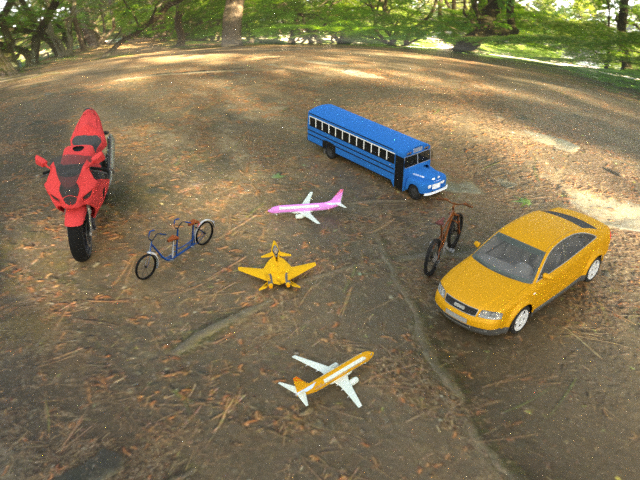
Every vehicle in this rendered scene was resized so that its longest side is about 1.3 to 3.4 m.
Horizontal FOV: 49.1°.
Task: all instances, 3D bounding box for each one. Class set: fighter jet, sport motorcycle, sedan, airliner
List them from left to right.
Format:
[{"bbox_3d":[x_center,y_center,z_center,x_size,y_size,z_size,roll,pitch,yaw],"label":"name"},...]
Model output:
[{"bbox_3d":[-3.745,-0.941,11.173,0.983,1.596,2.955,-4,31,-8],"label":"sport motorcycle"},{"bbox_3d":[-0.645,0.273,10.396,1.147,0.286,1.358,-3,31,-6],"label":"fighter jet"},{"bbox_3d":[-0.231,-0.630,11.796,1.307,0.429,1.161,-3,31,-6],"label":"airliner"},{"bbox_3d":[0.173,1.497,8.166,1.307,0.429,1.161,-24,38,-35],"label":"airliner"},{"bbox_3d":[2.884,0.277,9.743,3.137,0.940,1.235,-25,38,-36],"label":"sedan"}]

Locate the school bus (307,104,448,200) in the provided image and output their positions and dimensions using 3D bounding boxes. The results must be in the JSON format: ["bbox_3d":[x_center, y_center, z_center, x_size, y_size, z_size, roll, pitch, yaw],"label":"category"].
[{"bbox_3d":[1.032,-1.719,13.245,0.709,0.844,3.322,-22,37,-33],"label":"school bus"}]

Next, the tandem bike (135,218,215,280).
[{"bbox_3d":[-2.144,0.014,10.448,0.283,0.682,1.642,20,36,30],"label":"tandem bike"}]

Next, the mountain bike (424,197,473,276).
[{"bbox_3d":[1.868,-0.079,10.422,0.573,0.868,1.469,16,34,26],"label":"mountain bike"}]
